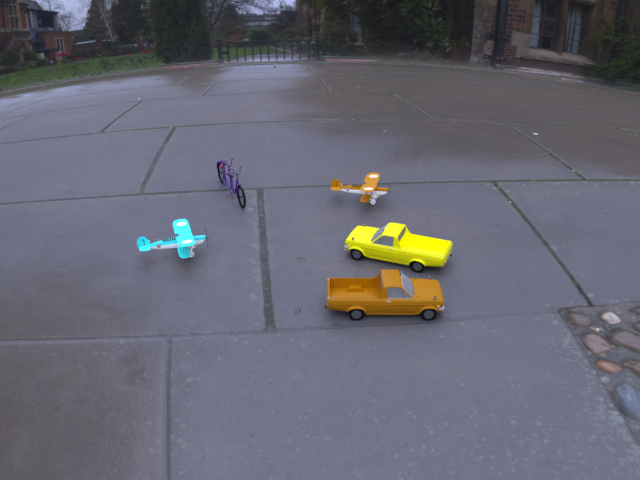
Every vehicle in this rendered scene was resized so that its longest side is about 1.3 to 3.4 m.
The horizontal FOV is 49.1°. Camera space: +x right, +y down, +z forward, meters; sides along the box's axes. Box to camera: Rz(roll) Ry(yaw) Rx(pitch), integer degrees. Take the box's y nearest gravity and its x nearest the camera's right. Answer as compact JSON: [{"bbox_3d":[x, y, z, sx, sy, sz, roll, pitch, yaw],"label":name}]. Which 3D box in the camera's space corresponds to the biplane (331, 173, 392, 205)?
[{"bbox_3d":[0.735,-0.913,12.467,1.090,0.504,1.336,5,29,9],"label":"biplane"}]

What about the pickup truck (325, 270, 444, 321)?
[{"bbox_3d":[0.869,0.710,9.434,1.603,0.511,0.640,0,28,0],"label":"pickup truck"}]

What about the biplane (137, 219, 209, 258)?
[{"bbox_3d":[-2.237,0.028,10.712,1.090,0.504,1.336,-8,29,-14],"label":"biplane"}]

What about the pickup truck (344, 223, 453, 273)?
[{"bbox_3d":[1.188,0.060,10.646,1.603,0.511,0.640,11,30,20],"label":"pickup truck"}]

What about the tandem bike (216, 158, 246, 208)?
[{"bbox_3d":[-1.628,-1.141,12.704,0.283,0.682,1.642,-12,30,-21],"label":"tandem bike"}]
